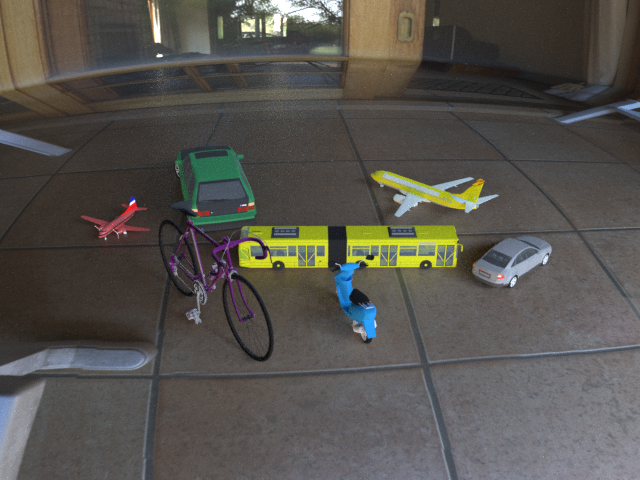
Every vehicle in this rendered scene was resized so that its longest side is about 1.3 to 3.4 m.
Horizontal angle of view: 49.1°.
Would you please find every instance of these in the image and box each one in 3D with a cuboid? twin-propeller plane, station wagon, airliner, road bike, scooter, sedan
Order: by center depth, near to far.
[{"bbox_3d":[-1.469,0.401,9.244,0.697,1.656,3.004,-20,35,-32],"label":"road bike"},{"bbox_3d":[0.462,0.717,9.434,0.662,0.919,1.399,-8,30,-15],"label":"scooter"},{"bbox_3d":[2.977,0.245,10.741,1.613,0.483,0.635,-25,37,-37],"label":"sedan"},{"bbox_3d":[-3.436,-0.360,11.914,1.370,0.407,1.095,11,31,19],"label":"twin-propeller plane"},{"bbox_3d":[1.895,-1.055,12.732,2.541,0.835,2.257,26,38,38],"label":"airliner"},{"bbox_3d":[-1.971,-1.182,12.873,1.327,0.920,3.105,-7,30,-13],"label":"station wagon"}]

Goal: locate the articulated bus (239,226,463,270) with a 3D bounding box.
[{"bbox_3d":[0.457,0.108,10.908,3.401,0.561,0.605,0,29,0],"label":"articulated bus"}]
